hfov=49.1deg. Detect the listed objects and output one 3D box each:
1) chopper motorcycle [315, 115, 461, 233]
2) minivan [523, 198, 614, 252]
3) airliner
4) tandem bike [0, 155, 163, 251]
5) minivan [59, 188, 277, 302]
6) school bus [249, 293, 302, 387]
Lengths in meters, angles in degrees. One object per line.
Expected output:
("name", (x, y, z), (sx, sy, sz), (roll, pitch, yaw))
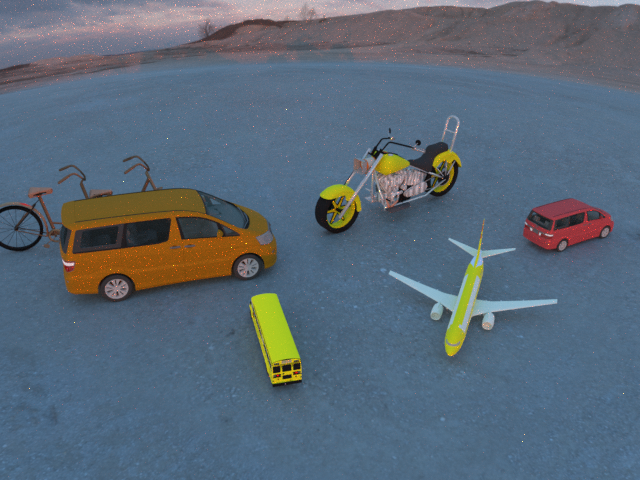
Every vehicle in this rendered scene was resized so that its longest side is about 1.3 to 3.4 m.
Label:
("chopper motorcycle", (1.216, -1.130, 11.752), (3.040, 1.480, 0.906), (-18, 33, -31))
("minivan", (3.981, -0.302, 11.101), (1.548, 0.616, 0.681), (-14, 31, -25))
("airliner", (1.944, 0.588, 9.166), (2.257, 0.835, 2.541), (9, 29, 17))
("tandem bike", (-3.539, -0.559, 10.827), (3.192, 1.326, 0.550), (-7, 28, -13))
("minivan", (-2.124, -0.049, 9.993), (3.011, 1.197, 1.324), (-9, 29, -16))
("school bus", (-0.576, 1.133, 8.557), (0.365, 0.434, 1.708), (-7, 28, -13))
